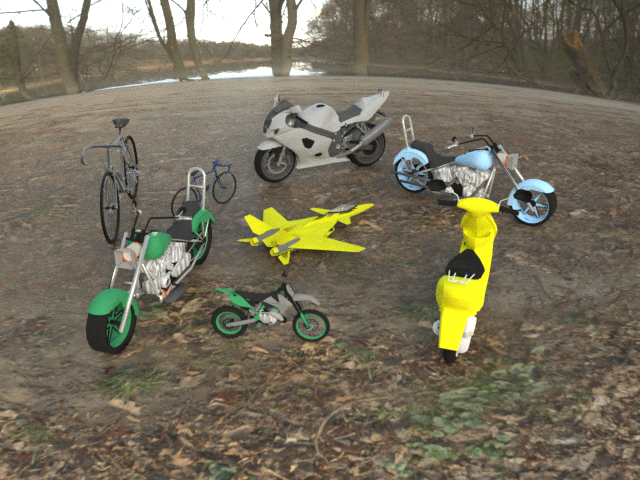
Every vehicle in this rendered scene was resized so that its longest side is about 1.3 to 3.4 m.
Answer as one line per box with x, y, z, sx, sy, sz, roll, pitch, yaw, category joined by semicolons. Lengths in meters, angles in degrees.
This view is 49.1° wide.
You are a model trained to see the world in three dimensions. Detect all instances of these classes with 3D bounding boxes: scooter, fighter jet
1.886;0.244;8.830;1.288;1.786;2.721;9;27;17;scooter
0.015;-0.380;11.501;2.640;0.557;2.229;-23;34;-39;fighter jet

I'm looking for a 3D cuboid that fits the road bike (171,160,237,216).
-2.011;-0.890;12.206;0.358;0.852;1.545;19;32;34;road bike

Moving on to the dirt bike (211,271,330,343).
-0.619;0.866;8.615;1.493;0.857;0.527;2;26;5;dirt bike

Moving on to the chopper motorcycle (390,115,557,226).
2.644;-1.239;12.205;3.040;1.480;0.906;17;31;31;chopper motorcycle

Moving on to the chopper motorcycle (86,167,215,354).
-2.187;0.182;9.304;0.906;1.480;3.040;8;27;15;chopper motorcycle

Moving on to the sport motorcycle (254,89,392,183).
0.069;-2.063;13.756;2.955;1.596;0.983;-13;29;-24;sport motorcycle

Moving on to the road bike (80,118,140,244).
-3.377;-1.137;11.796;0.697;1.656;3.004;-2;26;-3;road bike
